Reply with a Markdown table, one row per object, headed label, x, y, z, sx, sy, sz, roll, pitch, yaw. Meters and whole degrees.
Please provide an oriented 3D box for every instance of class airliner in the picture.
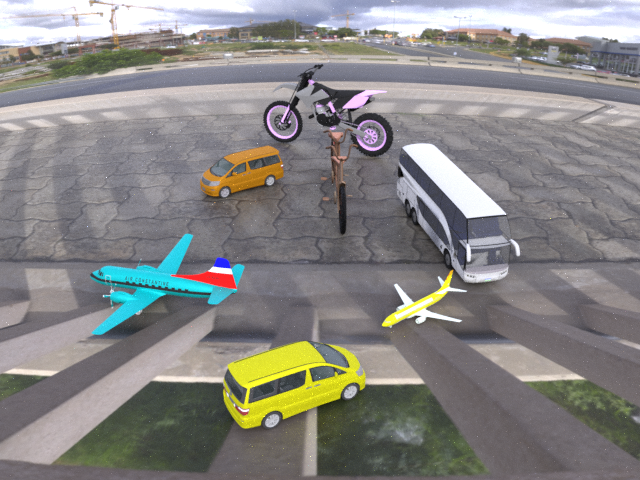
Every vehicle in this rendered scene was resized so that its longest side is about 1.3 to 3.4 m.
| label | x | y | z | sx | sy | sz | roll | pitch | yaw |
| --- | --- | --- | --- | --- | --- | --- | --- | --- | --- |
| airliner | 1.282 | 0.771 | 9.041 | 1.307 | 0.429 | 1.161 | -21 | 34 | -34 |

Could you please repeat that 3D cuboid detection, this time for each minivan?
| label | x | y | z | sx | sy | sz | roll | pitch | yaw |
| --- | --- | --- | --- | --- | --- | --- | --- | --- | --- |
| minivan | -0.247 | 1.466 | 7.497 | 1.548 | 0.616 | 0.681 | -14 | 31 | -25 |
| minivan | -1.431 | -1.253 | 12.747 | 1.548 | 0.616 | 0.681 | -18 | 32 | -31 |

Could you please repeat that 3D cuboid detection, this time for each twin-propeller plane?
| label | x | y | z | sx | sy | sz | roll | pitch | yaw |
| --- | --- | --- | --- | --- | --- | --- | --- | --- | --- |
| twin-propeller plane | -2.096 | 0.477 | 9.215 | 2.129 | 0.792 | 2.663 | 7 | 28 | 13 |

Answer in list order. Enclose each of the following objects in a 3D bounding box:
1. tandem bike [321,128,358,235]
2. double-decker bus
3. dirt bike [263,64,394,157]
| label | x | y | z | sx | sy | sz | roll | pitch | yaw |
| --- | --- | --- | --- | --- | --- | --- | --- | --- | --- |
| tandem bike | 0.315 | -1.264 | 11.996 | 0.550 | 1.326 | 3.192 | -1 | 27 | -2 |
| double-decker bus | 1.983 | -0.475 | 10.770 | 0.756 | 1.052 | 3.251 | -6 | 28 | -11 |
| dirt bike | 0.122 | -2.632 | 14.268 | 2.903 | 1.666 | 1.024 | 11 | 29 | 21 |
